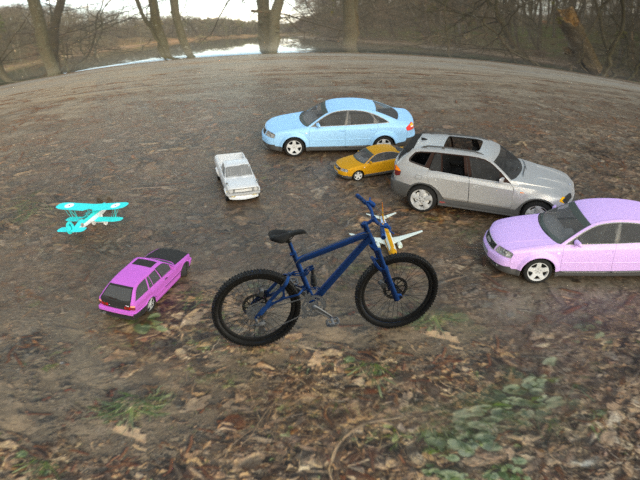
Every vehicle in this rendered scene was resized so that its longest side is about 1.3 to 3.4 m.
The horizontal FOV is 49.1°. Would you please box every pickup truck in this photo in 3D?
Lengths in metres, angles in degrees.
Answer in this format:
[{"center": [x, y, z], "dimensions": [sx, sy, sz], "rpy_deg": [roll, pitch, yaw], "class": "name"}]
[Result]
[{"center": [-1.525, -1.220, 12.715], "dimensions": [0.640, 0.511, 1.603], "rpy_deg": [-8, 30, -14], "class": "pickup truck"}]

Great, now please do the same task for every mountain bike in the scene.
[{"center": [0.100, 0.477, 8.472], "dimensions": [2.857, 1.688, 1.114], "rpy_deg": [-6, 30, -11], "class": "mountain bike"}]

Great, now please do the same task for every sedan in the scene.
[{"center": [1.047, -1.520, 13.280], "dimensions": [1.613, 0.483, 0.635], "rpy_deg": [-10, 31, -18], "class": "sedan"}, {"center": [0.371, -2.369, 14.331], "dimensions": [3.137, 0.940, 1.235], "rpy_deg": [-2, 29, -3], "class": "sedan"}, {"center": [3.984, -0.058, 10.197], "dimensions": [3.137, 0.940, 1.235], "rpy_deg": [0, 29, 0], "class": "sedan"}]

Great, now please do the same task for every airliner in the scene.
[{"center": [1.054, -0.131, 10.850], "dimensions": [1.161, 0.429, 1.307], "rpy_deg": [-2, 29, -4], "class": "airliner"}]

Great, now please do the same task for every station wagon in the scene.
[{"center": [-2.381, 0.497, 9.682], "dimensions": [0.682, 0.473, 1.597], "rpy_deg": [10, 31, 17], "class": "station wagon"}]

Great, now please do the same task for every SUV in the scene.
[{"center": [2.738, -1.090, 11.848], "dimensions": [3.058, 1.128, 1.276], "rpy_deg": [10, 31, 17], "class": "SUV"}]

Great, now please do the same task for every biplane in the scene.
[{"center": [-3.716, -0.355, 11.174], "dimensions": [1.336, 0.504, 1.090], "rpy_deg": [9, 30, 16], "class": "biplane"}]
